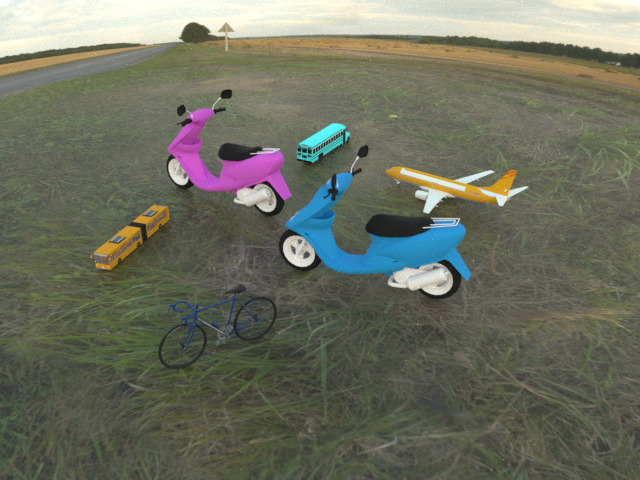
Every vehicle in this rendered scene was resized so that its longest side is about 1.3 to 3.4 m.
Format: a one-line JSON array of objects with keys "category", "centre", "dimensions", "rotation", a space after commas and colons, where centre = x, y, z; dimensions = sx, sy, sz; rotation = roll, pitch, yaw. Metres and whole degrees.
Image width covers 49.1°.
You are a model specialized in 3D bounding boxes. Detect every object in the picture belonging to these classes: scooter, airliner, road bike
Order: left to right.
[{"category": "road bike", "centre": [-1.165, 0.965, 8.128], "dimensions": [1.545, 0.852, 0.358], "rotation": [-18, 33, -30]}, {"category": "scooter", "centre": [-1.622, -1.453, 11.667], "dimensions": [2.721, 1.786, 1.288], "rotation": [18, 33, 30]}, {"category": "scooter", "centre": [0.677, -0.182, 9.284], "dimensions": [2.721, 1.786, 1.288], "rotation": [11, 30, 20]}, {"category": "airliner", "centre": [2.184, -1.092, 12.002], "dimensions": [2.541, 0.835, 2.257], "rotation": [21, 35, 34]}]

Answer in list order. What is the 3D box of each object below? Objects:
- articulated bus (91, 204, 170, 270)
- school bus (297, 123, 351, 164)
[{"category": "articulated bus", "centre": [-2.840, -0.074, 10.673], "dimensions": [0.311, 0.289, 1.749], "rotation": [9, 29, 16]}, {"category": "school bus", "centre": [0.107, -1.968, 14.071], "dimensions": [0.365, 0.434, 1.708], "rotation": [15, 31, 25]}]
